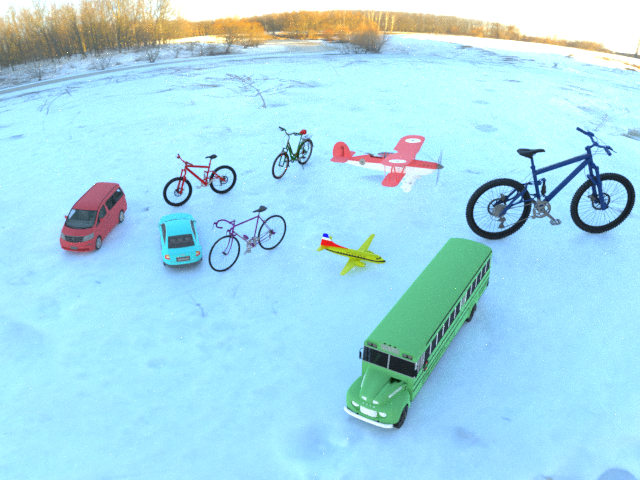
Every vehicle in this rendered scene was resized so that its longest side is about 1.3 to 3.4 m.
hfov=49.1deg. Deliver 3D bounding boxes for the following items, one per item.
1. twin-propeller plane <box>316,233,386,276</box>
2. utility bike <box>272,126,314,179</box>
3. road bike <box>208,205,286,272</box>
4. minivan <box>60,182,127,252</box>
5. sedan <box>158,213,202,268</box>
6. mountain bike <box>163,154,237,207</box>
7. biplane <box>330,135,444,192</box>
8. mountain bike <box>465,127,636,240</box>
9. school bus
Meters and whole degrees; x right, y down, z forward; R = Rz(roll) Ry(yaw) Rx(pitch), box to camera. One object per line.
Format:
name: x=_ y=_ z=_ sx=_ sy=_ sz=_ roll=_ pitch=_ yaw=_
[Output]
twin-propeller plane: x=0.506 y=0.165 z=10.850 sx=1.095 sy=0.407 sz=1.370 roll=12 pitch=32 yaw=21
utility bike: x=-0.474 y=-1.781 z=13.739 sx=0.535 sy=0.946 sz=1.435 roll=18 pitch=34 yaw=28
road bike: x=-1.101 y=-0.067 z=10.808 sx=1.545 sy=0.852 sz=0.358 roll=-26 pitch=38 yaw=-37
minivan: x=-3.762 y=-0.391 z=11.621 sx=0.681 sy=0.616 sz=1.548 roll=4 pitch=30 yaw=8
sedan: x=-2.256 y=-0.081 z=11.207 sx=0.635 sy=0.483 sz=1.613 roll=-7 pitch=30 yaw=-13
mountain bike: x=-2.169 y=-1.125 z=12.660 sx=1.469 sy=0.868 sz=0.573 roll=-19 pitch=35 yaw=-30
biplane: x=1.267 y=-1.470 z=13.154 sx=2.120 sy=0.981 sz=2.598 roll=8 pitch=31 yaw=14
mountain bike: x=3.770 y=-0.806 z=11.266 sx=2.857 sy=1.688 sz=1.114 roll=-3 pitch=30 yaw=-6
school bus: x=1.323 y=1.058 z=8.830 sx=0.709 sy=0.844 sz=3.322 roll=16 pitch=33 yaw=25
